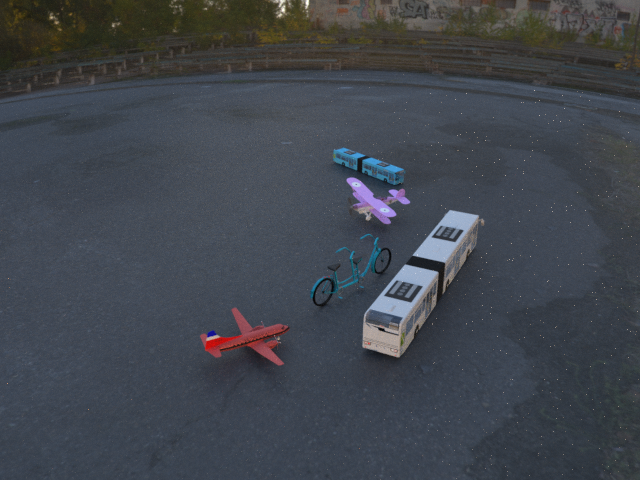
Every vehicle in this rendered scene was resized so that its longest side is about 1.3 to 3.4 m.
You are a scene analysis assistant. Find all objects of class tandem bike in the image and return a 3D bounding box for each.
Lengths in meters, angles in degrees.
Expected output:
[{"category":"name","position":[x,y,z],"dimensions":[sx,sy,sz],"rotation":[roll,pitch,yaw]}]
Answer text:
[{"category":"tandem bike","position":[0.451,0.371,9.503],"dimensions":[0.283,0.682,1.642],"rotation":[23,34,39]}]

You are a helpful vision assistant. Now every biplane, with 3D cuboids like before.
[{"category":"biplane","position":[0.980,-0.623,11.722],"dimensions":[1.090,0.504,1.336],"rotation":[-14,29,-26]}]

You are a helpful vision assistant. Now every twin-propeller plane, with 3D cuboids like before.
[{"category":"twin-propeller plane","position":[-0.845,1.124,8.286],"dimensions":[1.095,0.407,1.370],"rotation":[-14,29,-26]}]

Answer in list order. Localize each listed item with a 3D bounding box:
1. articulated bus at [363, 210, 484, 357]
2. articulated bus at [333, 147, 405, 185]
[{"category":"articulated bus","position":[1.467,0.461,9.458],"dimensions":[0.605,0.561,3.401],"rotation":[12,29,24]},{"category":"articulated bus","position":[0.929,-1.452,13.648],"dimensions":[0.311,0.289,1.749],"rotation":[-21,33,-36]}]
